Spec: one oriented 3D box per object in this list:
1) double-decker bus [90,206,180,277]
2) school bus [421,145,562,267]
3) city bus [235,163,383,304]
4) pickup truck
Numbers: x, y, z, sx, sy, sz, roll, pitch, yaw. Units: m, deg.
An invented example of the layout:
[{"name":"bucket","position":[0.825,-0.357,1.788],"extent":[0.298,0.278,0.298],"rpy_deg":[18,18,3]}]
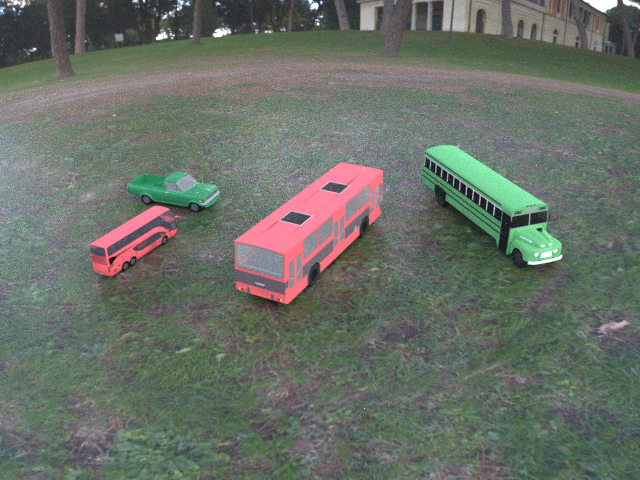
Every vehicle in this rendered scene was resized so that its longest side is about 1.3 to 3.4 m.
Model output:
[{"name":"double-decker bus","position":[-2.792,-0.024,10.681],"extent":[0.389,0.541,1.672],"rpy_deg":[13,31,23]},{"name":"school bus","position":[2.751,-0.629,11.504],"extent":[0.709,0.844,3.322],"rpy_deg":[-10,29,-18]},{"name":"city bus","position":[-0.049,-0.173,10.585],"extent":[0.926,0.894,3.255],"rpy_deg":[14,31,24]},{"name":"pickup truck","position":[-2.600,-0.917,12.409],"extent":[1.603,0.511,0.640],"rpy_deg":[10,29,18]}]
